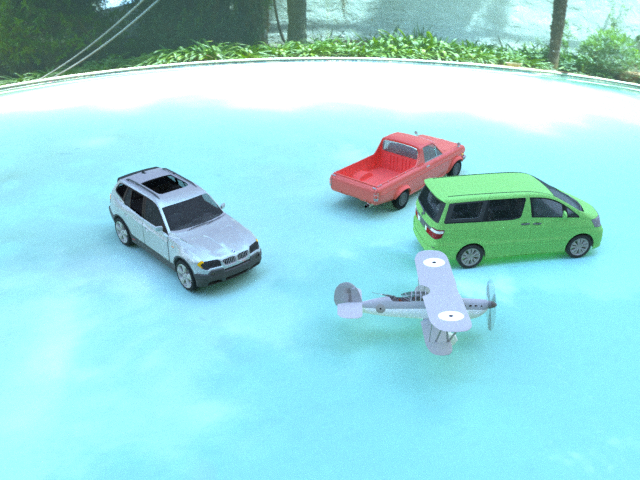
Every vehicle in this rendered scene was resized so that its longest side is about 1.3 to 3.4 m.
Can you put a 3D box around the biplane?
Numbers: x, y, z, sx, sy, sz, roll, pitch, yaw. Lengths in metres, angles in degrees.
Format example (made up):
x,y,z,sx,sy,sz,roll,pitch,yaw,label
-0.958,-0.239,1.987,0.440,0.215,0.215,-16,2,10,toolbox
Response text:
x,y,z,sx,sy,sz,roll,pitch,yaw,label
1.243,0.834,9.184,2.120,0.981,2.598,1,28,2,biplane

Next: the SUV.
x,y,z,sx,sy,sz,roll,pitch,yaw,label
-2.218,-0.290,11.116,1.276,1.128,3.058,-23,36,-36,SUV

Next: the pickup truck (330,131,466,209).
x,y,z,sx,sy,sz,roll,pitch,yaw,label
1.566,-1.456,13.426,1.244,0.993,3.117,22,35,35,pickup truck

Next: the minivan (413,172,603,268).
x,y,z,sx,sy,sz,roll,pitch,yaw,label
3.063,-0.408,11.264,3.011,1.197,1.324,-5,29,-9,minivan
